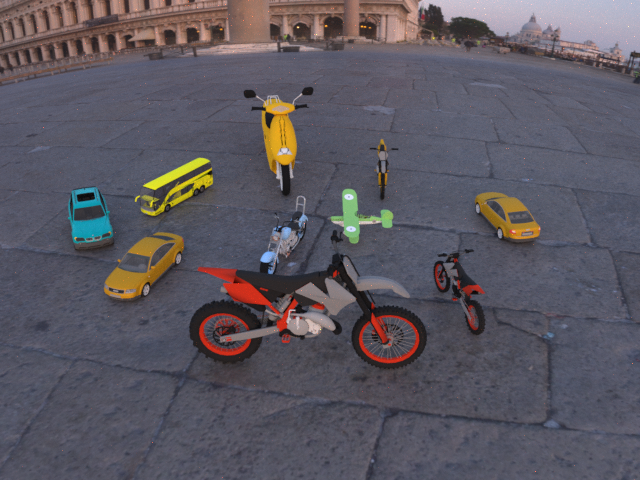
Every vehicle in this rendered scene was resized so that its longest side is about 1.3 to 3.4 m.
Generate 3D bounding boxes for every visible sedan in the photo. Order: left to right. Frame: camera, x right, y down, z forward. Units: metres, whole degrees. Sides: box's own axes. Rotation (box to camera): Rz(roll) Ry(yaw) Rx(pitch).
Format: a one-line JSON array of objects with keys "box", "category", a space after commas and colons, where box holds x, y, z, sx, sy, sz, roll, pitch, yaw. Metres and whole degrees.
[{"box": [-2.609, 0.330, 10.440, 0.635, 0.483, 1.613, 10, 31, 17], "category": "sedan"}, {"box": [3.147, -0.472, 11.849, 0.635, 0.483, 1.613, -6, 30, -11], "category": "sedan"}]

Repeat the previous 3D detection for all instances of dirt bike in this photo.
[{"box": [-0.157, 0.829, 8.365, 2.903, 1.666, 1.024, 2, 30, 3], "category": "dirt bike"}, {"box": [1.171, -1.384, 13.074, 0.527, 0.857, 1.493, 1, 30, 2], "category": "dirt bike"}, {"box": [1.892, 0.609, 9.571, 0.527, 0.857, 1.493, -8, 31, -14], "category": "dirt bike"}]

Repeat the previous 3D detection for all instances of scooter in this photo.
[{"box": [-0.798, -2.140, 13.463, 1.288, 1.786, 2.721, -4, 30, -7], "category": "scooter"}]

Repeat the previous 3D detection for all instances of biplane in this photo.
[{"box": [0.663, -0.331, 11.580, 1.090, 0.504, 1.336, 0, 30, 0], "category": "biplane"}]

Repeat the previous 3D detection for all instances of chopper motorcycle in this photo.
[{"box": [-0.553, -0.054, 10.833, 0.466, 0.761, 1.563, 11, 31, 18], "category": "chopper motorcycle"}]

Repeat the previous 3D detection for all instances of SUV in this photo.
[{"box": [-3.824, -0.390, 11.606, 0.656, 0.580, 1.572, -10, 31, -18], "category": "SUV"}]

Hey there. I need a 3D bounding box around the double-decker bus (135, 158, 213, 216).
[{"box": [-2.593, -0.959, 12.647, 0.389, 0.541, 1.672, 18, 34, 28], "category": "double-decker bus"}]
